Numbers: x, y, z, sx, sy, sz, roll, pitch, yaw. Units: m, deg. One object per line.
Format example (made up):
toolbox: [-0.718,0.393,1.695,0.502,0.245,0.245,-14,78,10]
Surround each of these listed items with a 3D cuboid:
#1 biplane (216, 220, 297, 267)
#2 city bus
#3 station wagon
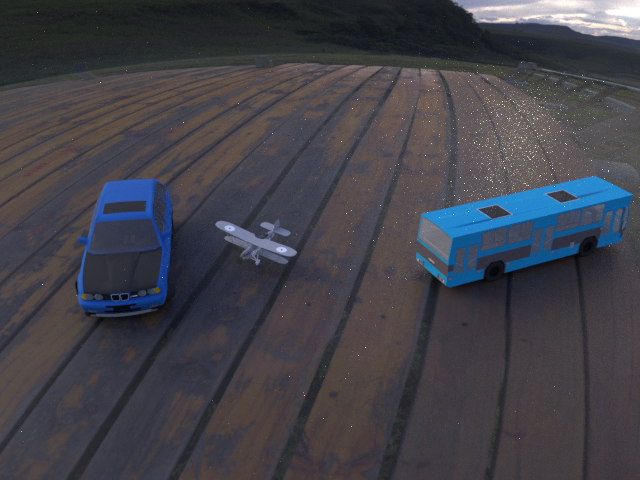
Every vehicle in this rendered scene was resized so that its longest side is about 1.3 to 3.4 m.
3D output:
biplane: [-0.865,0.033,10.421,1.336,0.504,1.090,14,32,24]
city bus: [3.031,-0.132,10.315,3.255,0.894,0.926,-12,31,-22]
station wagon: [-2.769,-0.042,10.123,1.327,0.920,3.105,-5,29,-8]
